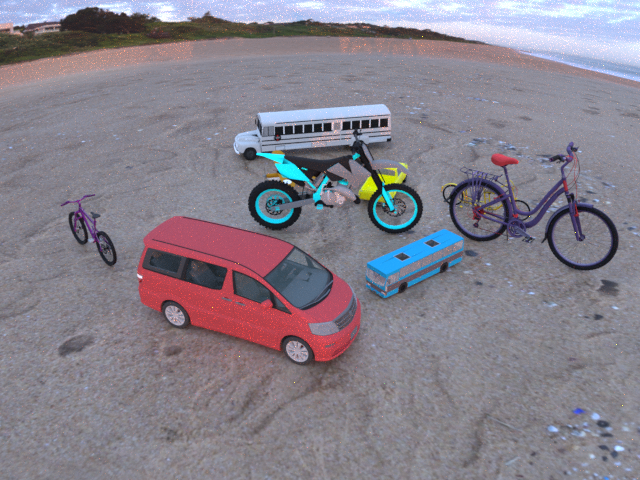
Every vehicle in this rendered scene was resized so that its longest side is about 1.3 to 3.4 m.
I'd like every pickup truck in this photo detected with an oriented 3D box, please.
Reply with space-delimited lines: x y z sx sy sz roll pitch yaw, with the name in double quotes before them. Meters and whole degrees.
"pickup truck" 1.202 -1.134 13.062 0.640 0.511 1.603 9 31 16

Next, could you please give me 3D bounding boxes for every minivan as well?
"minivan" -0.935 0.596 9.272 3.011 1.197 1.324 13 32 22

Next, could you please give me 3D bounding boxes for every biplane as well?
"biplane" -0.534 -1.230 13.240 1.090 0.504 1.336 -7 30 -12

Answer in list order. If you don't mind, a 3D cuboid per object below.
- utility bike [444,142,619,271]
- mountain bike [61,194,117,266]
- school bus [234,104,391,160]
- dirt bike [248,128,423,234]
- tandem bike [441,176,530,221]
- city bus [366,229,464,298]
"utility bike" 3.274 -0.653 10.844 2.791 1.839 1.039 18 34 29
"mountain bike" -3.598 -0.166 10.969 0.573 0.868 1.469 -25 38 -37
"school bus" -0.167 -2.310 14.819 3.322 0.844 0.709 -6 30 -11
"dirt bike" 0.245 -0.879 11.424 2.903 1.666 1.024 2 29 4
"tandem bike" 2.894 -0.785 12.265 1.642 0.682 0.283 17 33 27
"city bus" 1.433 0.349 10.467 1.674 0.460 0.476 -22 36 -33
